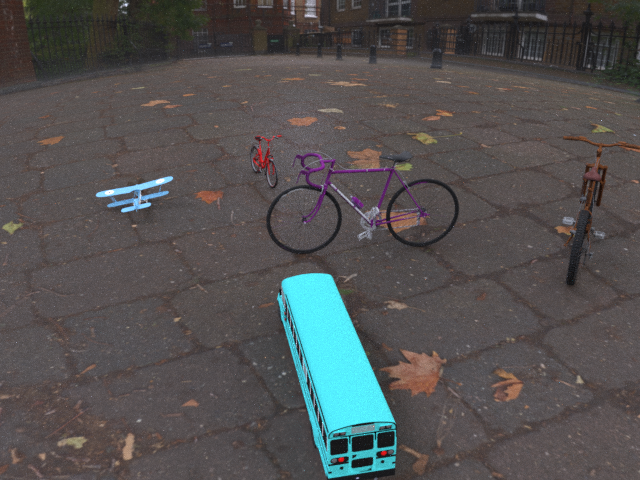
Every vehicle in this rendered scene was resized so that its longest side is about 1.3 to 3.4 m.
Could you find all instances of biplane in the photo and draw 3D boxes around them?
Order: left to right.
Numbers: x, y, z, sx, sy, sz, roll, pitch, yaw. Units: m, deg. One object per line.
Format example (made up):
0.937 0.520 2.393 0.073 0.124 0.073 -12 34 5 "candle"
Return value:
-3.208 -0.732 12.175 1.336 0.504 1.090 -6 28 -11 "biplane"

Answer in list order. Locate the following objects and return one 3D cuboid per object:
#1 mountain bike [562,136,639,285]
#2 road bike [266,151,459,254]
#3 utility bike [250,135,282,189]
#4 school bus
4.031 -0.531 10.516 1.114 1.688 2.857 12 30 22 "mountain bike"
0.677 -0.576 10.637 3.004 1.656 0.696 -3 28 -7 "road bike"
-1.040 -1.608 13.370 0.535 0.946 1.435 -12 30 -22 "utility bike"
0.063 1.295 7.942 0.709 0.844 3.322 -5 28 -10 "school bus"
